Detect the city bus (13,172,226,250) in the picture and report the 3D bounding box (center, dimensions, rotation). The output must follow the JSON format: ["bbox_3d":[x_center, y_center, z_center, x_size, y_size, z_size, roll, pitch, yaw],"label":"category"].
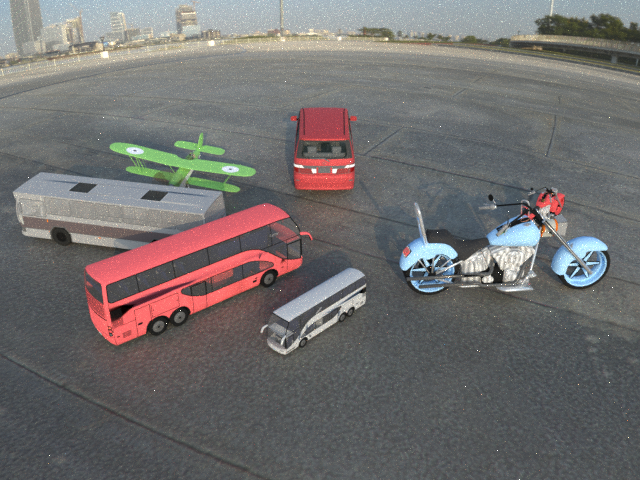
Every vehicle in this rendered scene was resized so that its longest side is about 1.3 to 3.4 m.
[{"bbox_3d":[-3.168,-0.374,11.185,3.255,0.894,0.926,7,30,12],"label":"city bus"}]

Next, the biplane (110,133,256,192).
[{"bbox_3d":[-2.389,-1.344,12.807,2.598,0.981,2.120,3,30,6],"label":"biplane"}]

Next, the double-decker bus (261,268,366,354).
[{"bbox_3d":[-0.036,0.932,9.241,0.389,0.541,1.672,25,38,37],"label":"double-decker bus"}]

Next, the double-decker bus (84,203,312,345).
[{"bbox_3d":[-1.592,0.374,9.709,3.251,1.052,0.756,-22,37,-34],"label":"double-decker bus"}]

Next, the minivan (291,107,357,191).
[{"bbox_3d":[0.075,-1.952,13.659,1.324,1.197,3.011,0,30,0],"label":"minivan"}]

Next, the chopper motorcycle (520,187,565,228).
[{"bbox_3d":[3.695,-0.552,11.634,0.466,0.761,1.563,24,37,36],"label":"chopper motorcycle"}]

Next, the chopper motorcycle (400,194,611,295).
[{"bbox_3d":[2.628,0.088,9.777,3.040,1.480,0.906,-3,30,-6],"label":"chopper motorcycle"}]
